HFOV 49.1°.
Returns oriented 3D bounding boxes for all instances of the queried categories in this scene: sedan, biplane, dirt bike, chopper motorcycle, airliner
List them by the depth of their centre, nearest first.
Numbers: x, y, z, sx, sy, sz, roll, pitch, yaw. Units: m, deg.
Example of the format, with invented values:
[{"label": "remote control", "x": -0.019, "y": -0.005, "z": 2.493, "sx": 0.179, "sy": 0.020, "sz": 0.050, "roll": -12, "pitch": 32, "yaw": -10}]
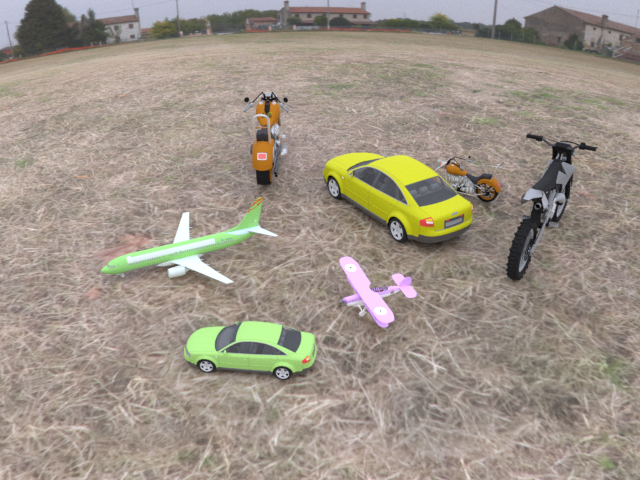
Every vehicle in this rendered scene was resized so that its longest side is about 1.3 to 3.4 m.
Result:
[{"label": "sedan", "x": -0.847, "y": 1.269, "z": 8.440, "sx": 1.613, "sy": 0.483, "sz": 0.635, "roll": 4, "pitch": 30, "yaw": 6}, {"label": "biplane", "x": 0.751, "y": 0.727, "z": 9.348, "sx": 1.090, "sy": 0.504, "sz": 1.336, "roll": -12, "pitch": 32, "yaw": -20}, {"label": "airliner", "x": -1.968, "y": -0.027, "z": 10.312, "sx": 2.541, "sy": 0.835, "sz": 2.257, "roll": -13, "pitch": 33, "yaw": -21}, {"label": "dirt bike", "x": 3.395, "y": -0.626, "z": 10.513, "sx": 1.024, "sy": 1.666, "sz": 2.903, "roll": 17, "pitch": 34, "yaw": 27}, {"label": "sedan", "x": 1.207, "y": -0.909, "z": 11.718, "sx": 1.235, "sy": 0.940, "sz": 3.137, "roll": -18, "pitch": 35, "yaw": -28}, {"label": "chopper motorcycle", "x": 2.416, "y": -1.133, "z": 12.280, "sx": 1.563, "sy": 0.761, "sz": 0.466, "roll": 17, "pitch": 34, "yaw": 27}, {"label": "chopper motorcycle", "x": -0.989, "y": -2.168, "z": 13.340, "sx": 0.906, "sy": 1.480, "sz": 3.040, "roll": 0, "pitch": 30, "yaw": 0}]
